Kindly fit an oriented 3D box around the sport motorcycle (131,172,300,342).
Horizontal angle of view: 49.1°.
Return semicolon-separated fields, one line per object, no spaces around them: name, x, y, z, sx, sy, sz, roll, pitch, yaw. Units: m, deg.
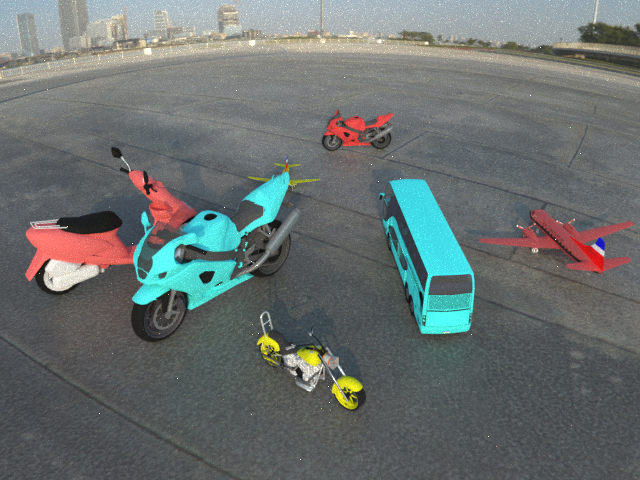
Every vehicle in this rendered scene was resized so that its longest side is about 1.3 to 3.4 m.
sport motorcycle;-1.402;0.184;9.551;0.983;1.596;2.955;21;36;33

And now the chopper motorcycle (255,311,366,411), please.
chopper motorcycle;-0.129;1.413;8.220;1.563;0.761;0.466;21;36;33

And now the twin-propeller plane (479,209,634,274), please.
twin-propeller plane;3.799;-0.094;10.864;2.663;0.792;2.129;-6;30;-11

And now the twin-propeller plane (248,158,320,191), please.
twin-propeller plane;-0.674;-1.238;13.287;1.370;0.407;1.095;2;29;4

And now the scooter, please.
scooter;-2.952;-0.269;10.162;2.721;1.786;1.288;-19;35;-30

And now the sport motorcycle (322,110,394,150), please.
sport motorcycle;0.793;-2.286;14.725;1.520;0.821;0.506;-3;30;-6

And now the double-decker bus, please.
double-decker bus;1.495;0.093;10.266;0.756;1.052;3.251;-2;29;-4
